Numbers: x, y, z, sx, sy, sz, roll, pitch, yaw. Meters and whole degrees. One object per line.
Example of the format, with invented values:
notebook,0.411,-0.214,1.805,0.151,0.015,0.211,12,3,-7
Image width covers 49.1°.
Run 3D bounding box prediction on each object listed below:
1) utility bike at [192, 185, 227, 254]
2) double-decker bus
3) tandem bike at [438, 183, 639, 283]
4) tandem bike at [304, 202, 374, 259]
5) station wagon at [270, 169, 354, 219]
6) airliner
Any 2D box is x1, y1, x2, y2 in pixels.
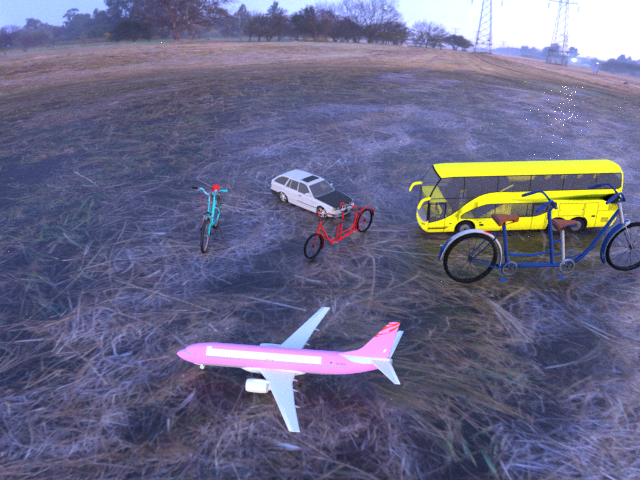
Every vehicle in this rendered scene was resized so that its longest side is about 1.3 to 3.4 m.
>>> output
utility bike,-1.630,-0.443,10.762,0.535,0.946,1.435,2,27,3
double-decker bus,3.090,-0.687,11.127,3.251,1.052,0.756,-2,27,-3
tandem bike,3.185,-0.068,9.599,3.192,1.326,0.550,-4,27,-7
tandem bike,0.318,-0.239,10.651,0.283,0.682,1.642,22,34,37
station wagon,-0.139,-0.828,12.048,1.597,0.473,0.682,24,35,39
airliner,-0.370,1.163,7.708,2.541,0.835,2.257,4,27,7
